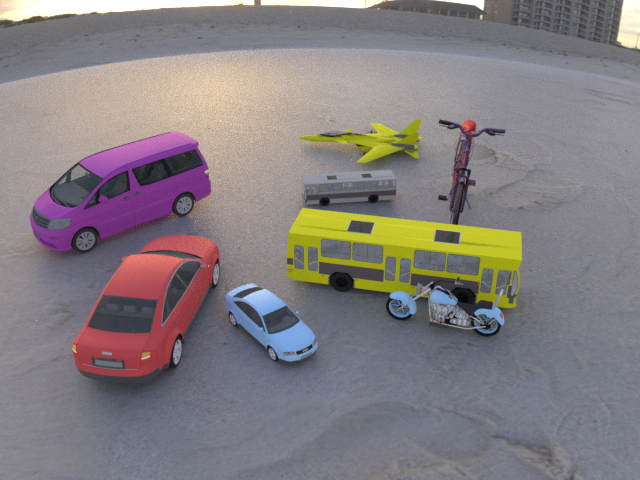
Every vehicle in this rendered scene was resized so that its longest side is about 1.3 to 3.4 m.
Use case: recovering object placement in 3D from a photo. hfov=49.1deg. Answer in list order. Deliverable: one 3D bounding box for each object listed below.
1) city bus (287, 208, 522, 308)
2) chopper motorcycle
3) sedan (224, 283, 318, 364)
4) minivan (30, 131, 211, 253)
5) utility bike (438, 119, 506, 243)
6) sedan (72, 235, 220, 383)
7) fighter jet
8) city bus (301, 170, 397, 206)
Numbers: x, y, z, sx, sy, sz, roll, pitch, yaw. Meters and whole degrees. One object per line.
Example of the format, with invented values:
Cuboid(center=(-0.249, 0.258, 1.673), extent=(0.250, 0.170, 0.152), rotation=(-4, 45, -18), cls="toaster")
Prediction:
Cuboid(center=(1.191, 0.273, 10.081), extent=(3.255, 0.894, 0.926), rotation=(7, 31, 12), cls="city bus")
Cuboid(center=(1.649, 0.838, 9.238), extent=(1.563, 0.761, 0.466), rotation=(11, 32, 18), cls="chopper motorcycle")
Cuboid(center=(-0.660, 1.033, 9.179), extent=(0.635, 0.483, 1.613), rotation=(-21, 36, -32), cls="sedan")
Cuboid(center=(-3.335, -0.856, 11.730), extent=(3.011, 1.197, 1.324), rotation=(-25, 38, -36), cls="minivan")
Cuboid(center=(2.457, -1.219, 11.716), extent=(1.039, 1.839, 2.791), rotation=(6, 31, 10), cls="utility bike")
Cuboid(center=(-2.202, 0.674, 9.342), extent=(1.235, 0.940, 3.137), rotation=(4, 30, 7), cls="sedan")
Cuboid(center=(0.814, -2.215, 14.716), extent=(2.640, 0.557, 2.229), rotation=(5, 30, 9), cls="fighter jet")
Cuboid(center=(0.513, -0.930, 12.594), extent=(1.674, 0.460, 0.476), rotation=(-4, 30, -7), cls="city bus")
